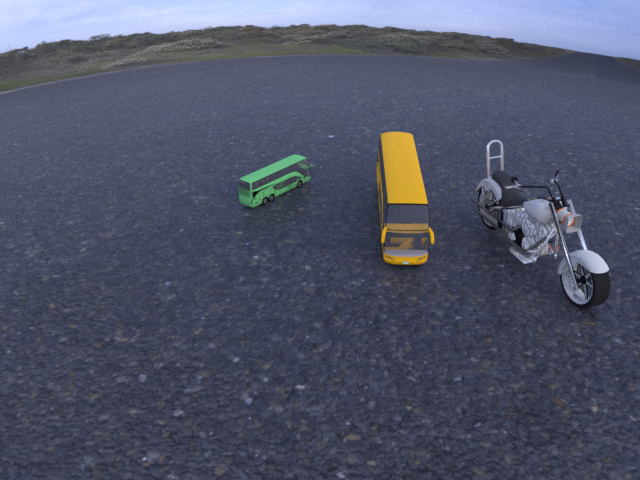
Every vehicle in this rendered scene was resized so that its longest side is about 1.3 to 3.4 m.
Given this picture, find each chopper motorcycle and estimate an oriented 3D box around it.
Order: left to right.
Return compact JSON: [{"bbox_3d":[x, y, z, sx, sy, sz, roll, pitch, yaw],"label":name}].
[{"bbox_3d":[3.193,-0.305,10.244,0.906,1.480,3.040,-10,30,-17],"label":"chopper motorcycle"}]

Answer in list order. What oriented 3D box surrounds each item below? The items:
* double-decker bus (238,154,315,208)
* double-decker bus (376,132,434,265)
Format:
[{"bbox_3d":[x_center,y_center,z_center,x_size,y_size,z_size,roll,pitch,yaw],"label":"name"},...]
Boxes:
[{"bbox_3d":[-0.779,-1.090,12.624,0.389,0.541,1.672,22,36,34],"label":"double-decker bus"},{"bbox_3d":[1.316,-0.734,11.457,0.756,1.052,3.251,1,29,2],"label":"double-decker bus"}]
